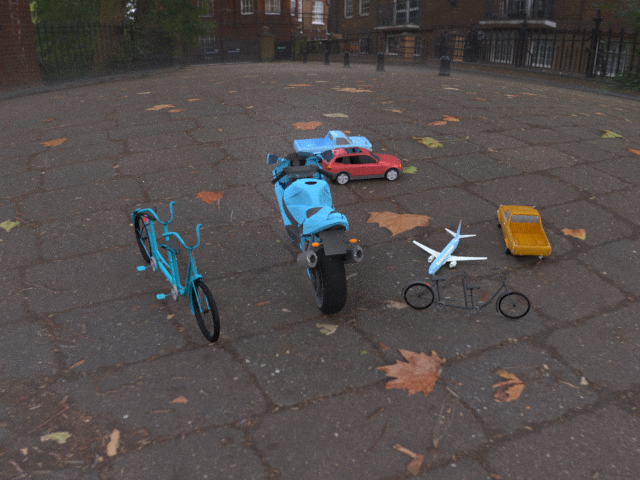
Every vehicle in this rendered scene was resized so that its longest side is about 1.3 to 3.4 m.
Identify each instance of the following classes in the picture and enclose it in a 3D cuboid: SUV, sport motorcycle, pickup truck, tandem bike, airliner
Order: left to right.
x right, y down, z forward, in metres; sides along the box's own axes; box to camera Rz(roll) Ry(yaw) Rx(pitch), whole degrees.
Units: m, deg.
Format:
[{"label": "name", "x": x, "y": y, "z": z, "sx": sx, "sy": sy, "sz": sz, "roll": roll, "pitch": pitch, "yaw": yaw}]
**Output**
[{"label": "tandem bike", "x": -1.992, "y": 0.161, "z": 9.275, "sx": 0.550, "sy": 1.326, "sz": 3.192, "roll": -15, "pitch": 30, "yaw": -27}, {"label": "sport motorcycle", "x": -0.112, "y": -0.224, "z": 9.749, "sx": 0.983, "sy": 1.596, "sz": 2.955, "roll": -6, "pitch": 27, "yaw": -12}, {"label": "pickup truck", "x": 0.266, "y": -1.965, "z": 14.493, "sx": 1.603, "sy": 0.511, "sz": 0.640, "roll": -5, "pitch": 27, "yaw": -11}, {"label": "SUV", "x": 0.808, "y": -1.467, "z": 13.407, "sx": 1.572, "sy": 0.580, "sz": 0.656, "roll": -5, "pitch": 27, "yaw": -11}, {"label": "airliner", "x": 1.873, "y": 0.116, "z": 10.377, "sx": 1.161, "sy": 0.429, "sz": 1.307, "roll": 14, "pitch": 30, "yaw": 26}, {"label": "tandem bike", "x": 1.872, "y": 0.660, "z": 8.992, "sx": 1.642, "sy": 0.682, "sz": 0.283, "roll": 5, "pitch": 27, "yaw": 10}, {"label": "pickup truck", "x": 3.164, "y": -0.192, "z": 10.908, "sx": 0.640, "sy": 0.511, "sz": 1.603, "roll": 2, "pitch": 26, "yaw": 5}]
